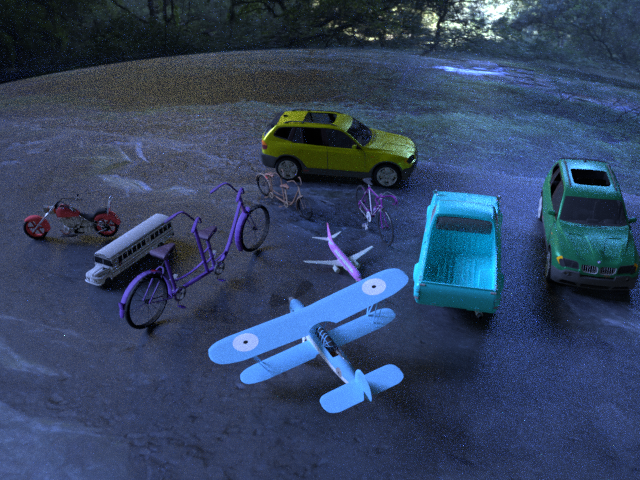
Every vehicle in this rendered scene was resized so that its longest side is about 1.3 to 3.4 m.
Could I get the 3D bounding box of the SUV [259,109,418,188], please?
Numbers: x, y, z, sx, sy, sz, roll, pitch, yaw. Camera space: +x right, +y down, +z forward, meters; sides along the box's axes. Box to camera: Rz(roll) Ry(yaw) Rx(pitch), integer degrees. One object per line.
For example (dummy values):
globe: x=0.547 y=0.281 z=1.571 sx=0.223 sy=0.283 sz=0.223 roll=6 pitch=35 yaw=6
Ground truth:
SUV: x=0.363 y=-1.829 z=13.490 sx=3.058 sy=1.128 sz=1.276 roll=5 pitch=30 yaw=8

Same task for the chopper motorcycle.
chopper motorcycle: x=-4.034 y=-0.371 z=11.331 sx=1.563 sy=0.761 sz=0.466 roll=0 pitch=30 yaw=-1

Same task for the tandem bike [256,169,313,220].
tandem bike: x=-0.653 y=-0.898 z=12.323 sx=0.283 sy=0.682 sz=1.642 roll=-23 pitch=37 yaw=-34

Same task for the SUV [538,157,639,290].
SUV: x=4.152 y=-0.343 z=10.915 sx=1.276 sy=1.128 sz=3.058 roll=6 pitch=31 yaw=10

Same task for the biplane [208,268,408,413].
biplane: x=0.047 y=1.265 z=8.275 sx=2.598 sy=0.981 sz=2.120 roll=-14 pitch=33 yaw=-23

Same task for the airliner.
airliner: x=0.352 y=0.200 z=10.672 sx=1.161 sy=0.429 sz=1.307 roll=-12 pitch=32 yaw=-20

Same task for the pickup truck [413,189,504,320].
pickup truck: x=2.112 y=0.022 z=10.417 sx=1.244 sy=0.993 sz=3.117 roll=6 pitch=31 yaw=11

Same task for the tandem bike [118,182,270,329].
tandem bike: x=-1.682 y=0.094 z=9.959 sx=0.550 sy=1.326 sz=3.192 roll=18 pitch=34 yaw=28

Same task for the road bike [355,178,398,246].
road bike: x=0.887 y=-0.533 z=11.520 sx=0.358 sy=0.852 sz=1.545 roll=-10 pitch=31 yaw=-17

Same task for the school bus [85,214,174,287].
school bus: x=-2.919 y=0.144 z=10.764 sx=0.365 sy=0.434 sz=1.708 roll=15 pitch=33 yaw=24
